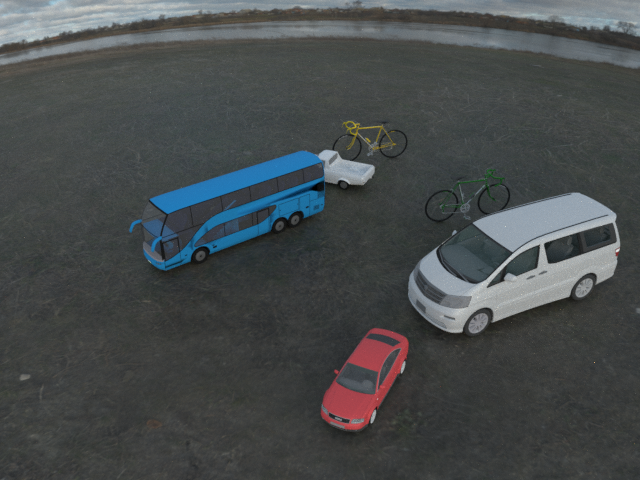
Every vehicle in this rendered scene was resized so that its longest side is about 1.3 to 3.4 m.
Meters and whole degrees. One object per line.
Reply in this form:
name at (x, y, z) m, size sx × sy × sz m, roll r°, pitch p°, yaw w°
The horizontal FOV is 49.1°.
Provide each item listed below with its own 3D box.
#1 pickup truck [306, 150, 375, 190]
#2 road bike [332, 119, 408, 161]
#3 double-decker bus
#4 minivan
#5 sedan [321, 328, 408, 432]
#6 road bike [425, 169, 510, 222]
pickup truck at (0.199, -1.359, 13.060) m, size 1.603 × 0.511 × 0.640 m, roll 14°, pitch 34°, yaw 21°
road bike at (0.993, -1.958, 13.727) m, size 1.545 × 0.852 × 0.358 m, roll -7°, pitch 32°, yaw -12°
double-decker bus at (-1.346, -0.491, 11.089) m, size 3.251 × 1.052 × 0.756 m, roll -22°, pitch 37°, yaw -32°
minivan at (2.686, 0.271, 9.679) m, size 3.011 × 1.197 × 1.324 m, roll -14°, pitch 34°, yaw -22°
sedan at (0.545, 1.569, 8.211) m, size 0.635 × 0.483 × 1.613 m, roll 14°, pitch 34°, yaw 22°
road bike at (2.487, -0.737, 11.693) m, size 1.545 × 0.852 × 0.358 m, roll -8°, pitch 32°, yaw -12°
